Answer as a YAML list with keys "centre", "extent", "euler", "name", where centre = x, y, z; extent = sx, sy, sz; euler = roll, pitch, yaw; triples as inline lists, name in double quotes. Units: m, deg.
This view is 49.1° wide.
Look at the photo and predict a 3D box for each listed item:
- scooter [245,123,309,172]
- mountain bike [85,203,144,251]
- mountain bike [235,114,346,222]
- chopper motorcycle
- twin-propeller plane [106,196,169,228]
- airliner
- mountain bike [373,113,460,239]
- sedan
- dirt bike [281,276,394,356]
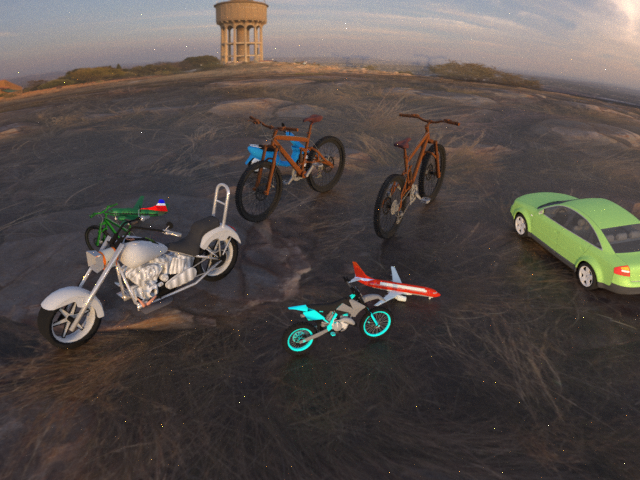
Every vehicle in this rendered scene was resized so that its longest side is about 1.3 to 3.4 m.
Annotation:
- centre: [-0.842, -1.852, 14.291]
  extent: [1.399, 0.919, 0.662]
  euler: [-7, 27, -15]
  name: "scooter"
- centre: [-3.037, -0.016, 10.653]
  extent: [1.469, 0.868, 0.573]
  euler: [13, 29, 25]
  name: "mountain bike"
- centre: [-0.469, -1.404, 12.527]
  extent: [1.114, 1.688, 2.857]
  euler: [21, 33, 36]
  name: "mountain bike"
- centre: [-2.324, 0.293, 9.345]
  extent: [3.040, 1.480, 0.906]
  euler: [-24, 35, -39]
  name: "chopper motorcycle"
- centre: [-3.197, -0.530, 12.205]
  extent: [1.095, 0.407, 1.370]
  euler: [1, 26, 3]
  name: "twin-propeller plane"
- centre: [1.068, 0.581, 9.946]
  extent: [1.307, 0.429, 1.161]
  euler: [8, 27, 15]
  name: "airliner"
- centre: [1.619, -1.155, 12.025]
  extent: [1.114, 1.688, 2.857]
  euler: [15, 30, 27]
  name: "mountain bike"
- centre: [4.131, -0.165, 10.873]
  extent: [1.235, 0.940, 3.137]
  euler: [-8, 27, -15]
  name: "sedan"
- centre: [0.236, 0.964, 8.695]
  extent: [1.493, 0.857, 0.527]
  euler: [-9, 28, -17]
  name: "dirt bike"
